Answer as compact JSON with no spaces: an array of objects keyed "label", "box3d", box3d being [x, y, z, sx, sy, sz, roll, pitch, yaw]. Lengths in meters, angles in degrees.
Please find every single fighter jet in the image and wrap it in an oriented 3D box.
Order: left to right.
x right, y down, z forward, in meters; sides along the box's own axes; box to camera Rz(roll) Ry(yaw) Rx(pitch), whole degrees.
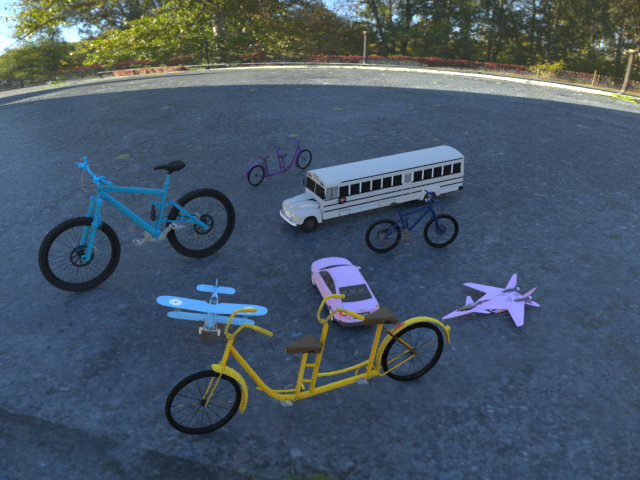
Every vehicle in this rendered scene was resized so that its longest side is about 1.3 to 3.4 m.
[{"label":"fighter jet","box3d":[2.166,0.794,9.147,1.358,0.286,1.147,-12,30,-23]}]

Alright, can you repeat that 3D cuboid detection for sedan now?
[{"label":"sedan","box3d":[0.308,0.594,9.323,0.635,0.483,1.613,-7,28,-14]}]

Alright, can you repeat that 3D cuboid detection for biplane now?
[{"label":"biplane","box3d":[-1.323,0.855,8.788,1.336,0.504,1.090,-1,27,-2]}]

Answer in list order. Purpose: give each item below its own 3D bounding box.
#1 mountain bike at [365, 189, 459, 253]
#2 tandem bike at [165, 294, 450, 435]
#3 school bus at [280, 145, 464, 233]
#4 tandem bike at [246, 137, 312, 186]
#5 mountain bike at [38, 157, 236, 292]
[{"label":"mountain bike","box3d":[1.398,-0.233,10.519,1.469,0.868,0.573,-5,27,-9]},{"label":"tandem bike","box3d":[-0.029,1.185,7.241,3.192,1.326,0.550,-10,29,-19]},{"label":"school bus","box3d":[0.910,-0.909,11.868,3.322,0.844,0.709,-13,30,-24]},{"label":"tandem bike","box3d":[-0.755,-1.499,13.201,1.642,0.682,0.283,-24,35,-38]},{"label":"mountain bike","box3d":[-2.488,-0.292,9.732,2.857,1.688,1.114,-17,31,-29]}]
